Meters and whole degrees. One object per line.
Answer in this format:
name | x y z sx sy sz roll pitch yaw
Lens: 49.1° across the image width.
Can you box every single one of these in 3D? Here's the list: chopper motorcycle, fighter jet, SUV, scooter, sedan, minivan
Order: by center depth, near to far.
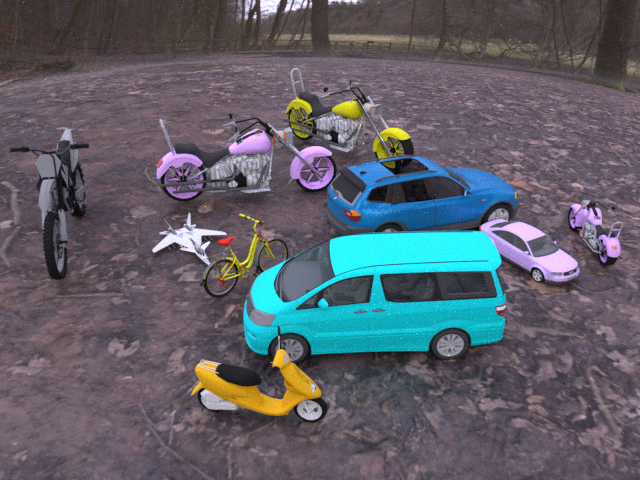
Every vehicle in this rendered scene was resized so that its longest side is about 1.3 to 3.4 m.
scooter | -0.619 1.399 6.984 1.399 0.919 0.662 4 28 8
minivan | 0.603 0.609 8.186 3.011 1.197 1.324 -1 28 -3
sedan | 2.944 0.103 9.917 0.635 0.483 1.613 -16 32 -28
chopper motorcycle | 4.010 -0.232 10.255 0.466 0.761 1.563 -1 28 -2
fighter jet | -1.877 0.012 10.300 1.147 0.286 1.358 -15 31 -26
SUV | 1.582 -0.683 10.718 3.058 1.128 1.276 -10 29 -19
chopper motorcycle | -1.208 -1.408 11.720 3.040 1.480 0.906 -7 28 -13
chopper motorcycle | 0.509 -2.351 13.512 3.040 1.480 0.906 22 35 36

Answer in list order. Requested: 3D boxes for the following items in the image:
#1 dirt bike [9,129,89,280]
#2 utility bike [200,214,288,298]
dirt bike | -3.730 -0.697 10.166 1.024 1.666 2.903 -5 28 -9
utility bike | -1.024 0.173 9.285 1.435 0.946 0.535 -22 35 -36
